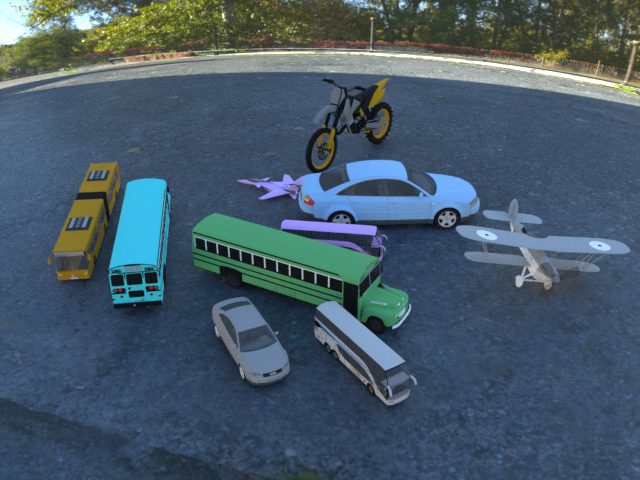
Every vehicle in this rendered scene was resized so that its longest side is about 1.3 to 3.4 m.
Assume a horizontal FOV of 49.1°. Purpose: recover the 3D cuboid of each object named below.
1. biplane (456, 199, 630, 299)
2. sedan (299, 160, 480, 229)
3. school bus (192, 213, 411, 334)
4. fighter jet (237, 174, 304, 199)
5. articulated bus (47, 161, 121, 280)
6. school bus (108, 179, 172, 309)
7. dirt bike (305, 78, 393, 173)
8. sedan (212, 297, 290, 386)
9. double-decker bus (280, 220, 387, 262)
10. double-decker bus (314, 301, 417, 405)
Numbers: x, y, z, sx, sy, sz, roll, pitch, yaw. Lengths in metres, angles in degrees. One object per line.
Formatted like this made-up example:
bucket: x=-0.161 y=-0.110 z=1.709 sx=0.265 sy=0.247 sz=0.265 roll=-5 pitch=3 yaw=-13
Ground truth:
biplane: x=3.187 y=0.075 z=10.461 sx=2.598 sy=0.981 sz=2.120 roll=-3 pitch=30 yaw=-4
sedan: x=1.197 y=-0.837 z=12.087 sx=3.137 sy=0.940 sz=1.235 roll=-2 pitch=30 yaw=-3
school bus: x=-0.303 y=0.427 z=9.985 sx=3.322 sy=0.844 sz=0.709 roll=15 pitch=33 yaw=25
fighter jet: x=-0.964 y=-1.090 z=13.181 sx=1.358 sy=0.286 sz=1.147 roll=11 pitch=32 yaw=19
articulated bus: x=-3.854 y=-0.432 z=11.762 sx=0.605 sy=0.561 sz=3.401 roll=-3 pitch=30 yaw=-5
school bus: x=-2.741 y=-0.114 z=10.926 sx=0.709 sy=0.844 sz=3.322 roll=-4 pitch=30 yaw=-7
dirt bike: x=0.663 y=-2.444 z=14.151 sx=1.024 sy=1.666 sz=2.903 roll=22 pitch=36 yaw=33
sedan: x=-0.903 y=1.225 z=8.961 sx=0.635 sy=0.483 sz=1.613 roll=-14 pitch=33 yaw=-22
double-decker bus: x=0.208 y=0.024 z=10.991 sx=1.672 sy=0.541 sz=0.389 roll=4 pitch=30 yaw=7
double-decker bus: x=0.507 y=1.381 z=8.631 sx=0.389 sy=0.541 sz=1.672 roll=-18 pitch=34 yaw=-28
